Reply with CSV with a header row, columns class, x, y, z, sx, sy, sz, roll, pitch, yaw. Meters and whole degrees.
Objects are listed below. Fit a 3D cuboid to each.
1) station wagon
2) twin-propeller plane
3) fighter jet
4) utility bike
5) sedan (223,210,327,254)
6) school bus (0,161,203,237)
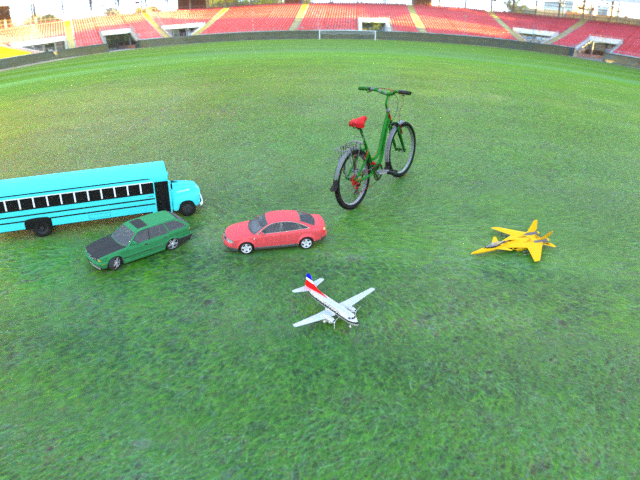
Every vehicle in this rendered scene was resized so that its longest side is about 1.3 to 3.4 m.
class,x,y,z,sx,sy,sz,roll,pitch,yaw
station wagon,-2.767,-0.037,10.637,1.597,0.473,0.682,-22,36,-34
twin-propeller plane,0.141,0.804,9.187,1.370,0.407,1.095,-22,36,-34
fighter jet,2.903,0.011,10.744,1.358,0.286,1.147,-11,31,-19
utility bike,0.911,-1.705,12.239,1.039,1.839,2.791,19,34,31
sedan,-0.703,-0.169,10.865,1.613,0.483,0.635,-5,29,-9
school bus,-3.618,-0.709,11.467,3.322,0.844,0.709,-9,30,-16
